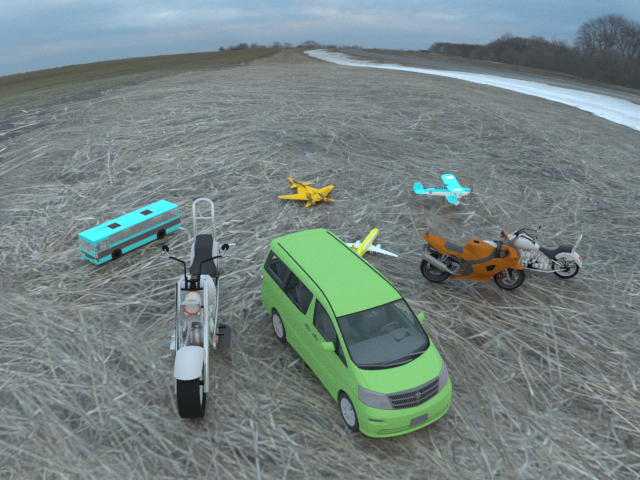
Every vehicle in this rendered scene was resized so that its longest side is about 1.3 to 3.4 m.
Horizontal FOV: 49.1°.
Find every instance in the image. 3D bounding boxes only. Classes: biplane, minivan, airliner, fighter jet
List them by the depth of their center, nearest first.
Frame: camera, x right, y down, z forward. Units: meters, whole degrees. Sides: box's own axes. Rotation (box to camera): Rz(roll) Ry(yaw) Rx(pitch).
[{"bbox_3d":[0.342,0.982,8.330,1.324,1.197,3.011,-14,30,-24],"label":"minivan"},{"bbox_3d":[0.713,0.002,11.033,1.161,0.429,1.307,11,29,19],"label":"airliner"},{"bbox_3d":[2.227,-0.895,12.669,1.090,0.504,1.336,0,28,1],"label":"biplane"},{"bbox_3d":[-0.304,-1.015,13.132,1.147,0.286,1.358,-14,31,-25],"label":"fighter jet"}]

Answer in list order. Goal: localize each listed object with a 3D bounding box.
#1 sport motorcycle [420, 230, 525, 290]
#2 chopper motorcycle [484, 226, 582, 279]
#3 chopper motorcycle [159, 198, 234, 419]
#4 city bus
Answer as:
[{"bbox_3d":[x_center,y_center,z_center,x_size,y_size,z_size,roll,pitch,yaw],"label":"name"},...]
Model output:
[{"bbox_3d":[2.183,0.293,10.053,1.520,0.821,0.506,6,28,11],"label":"sport motorcycle"},{"bbox_3d":[3.088,0.144,10.402,1.563,0.761,0.466,10,29,19],"label":"chopper motorcycle"},{"bbox_3d":[-1.487,0.717,8.530,0.906,1.480,3.040,-2,28,-3],"label":"chopper motorcycle"},{"bbox_3d":[-3.024,-0.129,11.249,0.476,0.460,1.674,21,34,34],"label":"city bus"}]
